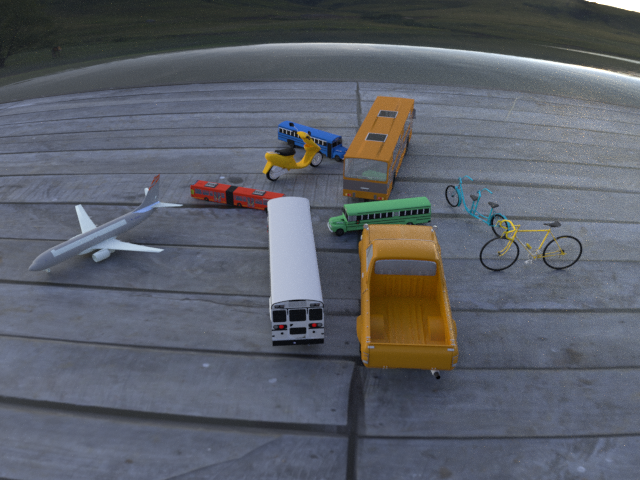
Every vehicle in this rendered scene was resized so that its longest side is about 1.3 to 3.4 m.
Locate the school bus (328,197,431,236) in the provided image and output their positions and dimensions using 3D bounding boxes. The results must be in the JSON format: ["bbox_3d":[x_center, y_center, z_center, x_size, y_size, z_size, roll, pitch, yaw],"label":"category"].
[{"bbox_3d":[0.979,-0.403,11.598,1.708,0.434,0.365,-6,31,-10],"label":"school bus"}]

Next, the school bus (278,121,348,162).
[{"bbox_3d":[-0.112,-2.030,14.326,1.708,0.434,0.365,22,37,32],"label":"school bus"}]

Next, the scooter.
[{"bbox_3d":[-0.497,-1.672,13.253,1.399,0.919,0.662,-22,37,-33],"label":"scooter"}]

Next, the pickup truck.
[{"bbox_3d":[1.121,0.597,9.379,1.244,0.993,3.117,2,31,3],"label":"pickup truck"}]

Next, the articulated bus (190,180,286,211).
[{"bbox_3d":[-1.453,-0.774,12.364,1.749,0.289,0.311,10,32,17],"label":"articulated bus"}]

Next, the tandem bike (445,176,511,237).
[{"bbox_3d":[2.621,-0.607,11.699,0.283,0.682,1.642,-16,34,-25],"label":"tandem bike"}]

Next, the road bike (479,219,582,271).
[{"bbox_3d":[3.143,0.090,10.365,1.545,0.852,0.358,-1,31,-2],"label":"road bike"}]

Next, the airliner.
[{"bbox_3d":[-3.441,-0.256,10.962,2.257,0.835,2.541,24,38,34],"label":"airliner"}]

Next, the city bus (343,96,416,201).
[{"bbox_3d":[1.185,-1.797,13.486,0.926,0.894,3.255,7,32,12],"label":"city bus"}]

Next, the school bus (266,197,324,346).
[{"bbox_3d":[-0.404,0.255,10.096,0.709,0.844,3.322,-2,31,-4],"label":"school bus"}]
